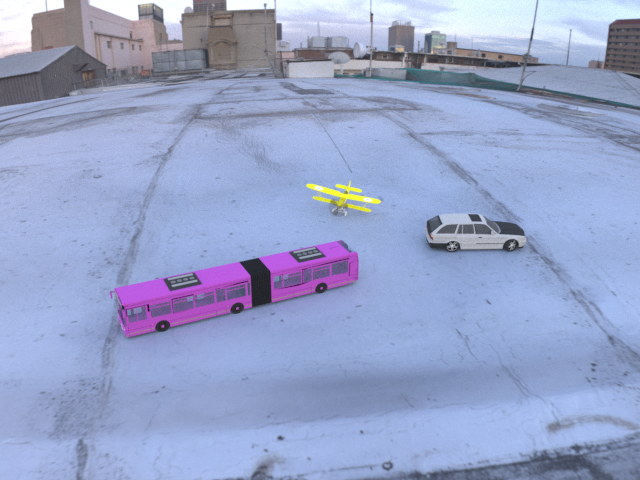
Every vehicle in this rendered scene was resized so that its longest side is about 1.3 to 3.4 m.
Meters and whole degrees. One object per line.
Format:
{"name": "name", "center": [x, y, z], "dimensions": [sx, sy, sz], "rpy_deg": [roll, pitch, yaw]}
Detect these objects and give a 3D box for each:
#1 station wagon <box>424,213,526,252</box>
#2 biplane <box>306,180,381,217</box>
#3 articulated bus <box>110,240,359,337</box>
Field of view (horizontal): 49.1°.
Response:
{"name": "station wagon", "center": [2.515, -0.148, 11.297], "dimensions": [1.597, 0.473, 0.682], "rpy_deg": [-1, 26, -1]}
{"name": "biplane", "center": [0.450, -0.756, 12.528], "dimensions": [1.336, 0.504, 1.090], "rpy_deg": [6, 26, 12]}
{"name": "articulated bus", "center": [-1.071, 0.622, 9.590], "dimensions": [3.401, 0.561, 0.605], "rpy_deg": [-12, 28, -23]}
